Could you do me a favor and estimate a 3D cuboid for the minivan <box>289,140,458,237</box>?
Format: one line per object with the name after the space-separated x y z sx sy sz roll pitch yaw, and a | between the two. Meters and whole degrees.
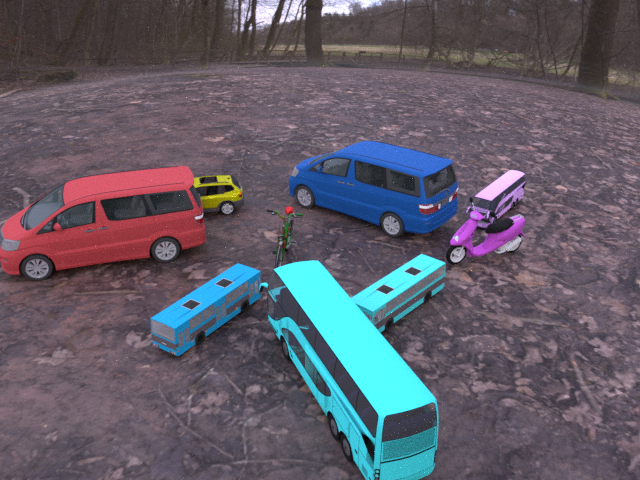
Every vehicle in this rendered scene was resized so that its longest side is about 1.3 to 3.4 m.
0.834 -1.017 11.945 3.011 1.197 1.324 20 33 34 | minivan

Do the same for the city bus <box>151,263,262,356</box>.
-1.421 0.883 9.037 0.476 0.460 1.674 17 32 29 | city bus

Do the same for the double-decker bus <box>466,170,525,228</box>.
3.058 -0.703 12.053 0.389 0.541 1.672 18 32 32 | double-decker bus

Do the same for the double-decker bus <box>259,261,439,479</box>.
0.195 1.259 7.653 0.756 1.052 3.251 -11 29 -20 | double-decker bus

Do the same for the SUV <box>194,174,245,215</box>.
-2.103 -0.774 12.149 1.572 0.580 0.656 -6 28 -11 | SUV

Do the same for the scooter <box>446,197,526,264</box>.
2.530 -0.140 10.536 1.399 0.919 0.662 -10 29 -20 | scooter

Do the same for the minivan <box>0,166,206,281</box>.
-3.281 -0.311 10.564 3.011 1.197 1.324 -8 28 -15 | minivan

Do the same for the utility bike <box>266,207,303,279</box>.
-0.484 -0.082 10.392 0.535 0.946 1.435 3 27 6 | utility bike

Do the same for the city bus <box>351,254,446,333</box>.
1.041 0.735 9.327 0.476 0.460 1.674 22 34 36 | city bus
